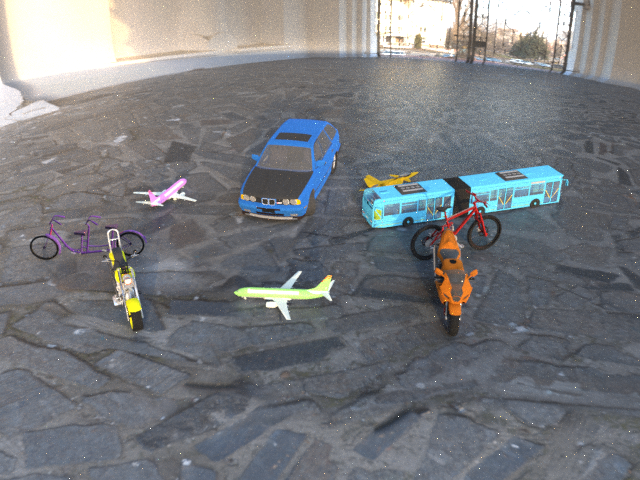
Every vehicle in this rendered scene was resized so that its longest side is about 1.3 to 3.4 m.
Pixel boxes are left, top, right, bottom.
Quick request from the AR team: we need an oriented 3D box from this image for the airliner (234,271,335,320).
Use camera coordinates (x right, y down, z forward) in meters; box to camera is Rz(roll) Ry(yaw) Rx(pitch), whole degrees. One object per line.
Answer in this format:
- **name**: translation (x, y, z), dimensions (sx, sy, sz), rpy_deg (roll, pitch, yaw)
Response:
- **airliner**: translation (-0.475, 0.610, 9.037), dimensions (1.307, 0.429, 1.161), rpy_deg (3, 28, 5)

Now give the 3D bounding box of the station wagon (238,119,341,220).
- **station wagon**: translation (-0.470, -1.342, 12.156), dimensions (1.327, 0.920, 3.105), rpy_deg (6, 29, 11)

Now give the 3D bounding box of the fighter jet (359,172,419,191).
- **fighter jet**: translation (1.344, -1.083, 12.343), dimensions (1.147, 0.286, 1.358), rpy_deg (23, 36, 37)

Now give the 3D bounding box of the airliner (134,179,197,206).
- **airliner**: translation (-2.563, -0.877, 11.808), dimensions (1.161, 0.429, 1.307), rpy_deg (8, 29, 15)

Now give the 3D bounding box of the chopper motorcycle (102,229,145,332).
- **chopper motorcycle**: translation (-2.486, 0.493, 8.905), dimensions (0.466, 0.761, 1.563), rpy_deg (-11, 30, -20)

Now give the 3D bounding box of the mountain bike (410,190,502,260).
- **mountain bike**: translation (1.976, -0.173, 10.032), dimensions (1.469, 0.868, 0.573), rpy_deg (-9, 30, -17)

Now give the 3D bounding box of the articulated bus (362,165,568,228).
- **articulated bus**: translation (2.365, -0.715, 11.367), dimensions (3.401, 0.561, 0.605), rpy_deg (-8, 29, -15)

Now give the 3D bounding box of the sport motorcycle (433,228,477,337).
- **sport motorcycle**: translation (1.641, 0.516, 8.799), dimensions (0.506, 0.821, 1.520), rpy_deg (2, 28, 4)

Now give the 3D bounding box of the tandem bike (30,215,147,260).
- **tandem bike**: translation (-3.316, -0.038, 9.978), dimensions (1.642, 0.682, 0.283), rpy_deg (-3, 28, -5)
